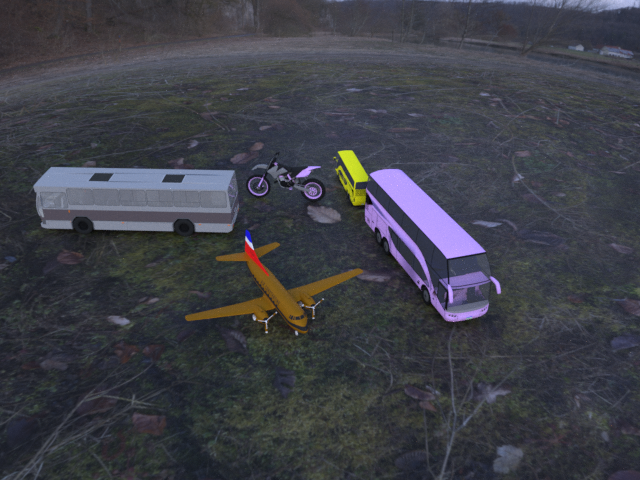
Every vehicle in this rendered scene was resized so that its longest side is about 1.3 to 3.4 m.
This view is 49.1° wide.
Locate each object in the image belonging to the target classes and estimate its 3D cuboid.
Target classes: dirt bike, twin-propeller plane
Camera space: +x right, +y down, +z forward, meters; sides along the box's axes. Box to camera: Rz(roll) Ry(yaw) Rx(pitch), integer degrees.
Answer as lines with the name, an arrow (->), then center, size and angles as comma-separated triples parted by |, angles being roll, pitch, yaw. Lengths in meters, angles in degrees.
dirt bike -> -0.635, -1.118, 12.776 | 1.493, 0.857, 0.527 | 4, 30, 8
twin-propeller plane -> -0.660, 0.601, 9.811 | 2.663, 0.792, 2.129 | -14, 32, -23

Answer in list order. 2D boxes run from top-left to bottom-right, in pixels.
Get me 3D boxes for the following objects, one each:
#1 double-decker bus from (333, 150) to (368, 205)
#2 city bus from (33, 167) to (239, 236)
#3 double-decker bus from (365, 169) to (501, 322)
double-decker bus -> 0.613, -1.208, 13.256 | 0.389, 0.541, 1.672 | -5, 30, -9
city bus -> -3.066, -0.652, 11.918 | 3.255, 0.894, 0.926 | 1, 30, 2
double-decker bus -> 1.554, 0.013, 10.585 | 0.756, 1.052, 3.251 | -9, 31, -16
